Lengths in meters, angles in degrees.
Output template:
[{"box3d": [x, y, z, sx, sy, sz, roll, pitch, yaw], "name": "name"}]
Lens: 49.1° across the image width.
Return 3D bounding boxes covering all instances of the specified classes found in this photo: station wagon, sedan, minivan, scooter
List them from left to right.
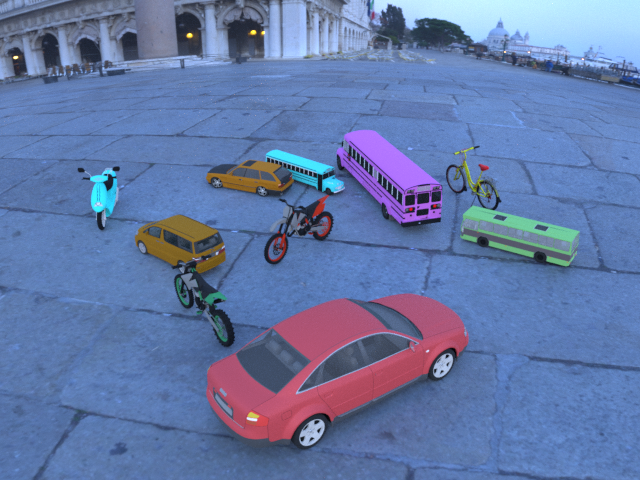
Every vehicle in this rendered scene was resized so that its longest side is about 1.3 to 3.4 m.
[{"box3d": [-3.547, -0.827, 11.507, 0.662, 0.919, 1.399, -3, 27, -5], "name": "scooter"}, {"box3d": [-2.085, -0.009, 10.251, 1.548, 0.616, 0.681, 22, 34, 36], "name": "minivan"}, {"box3d": [-1.294, -1.179, 12.677, 1.597, 0.473, 0.682, 11, 29, 21], "name": "station wagon"}, {"box3d": [0.295, 1.190, 7.570, 3.137, 0.940, 1.235, -18, 32, -31], "name": "sedan"}]

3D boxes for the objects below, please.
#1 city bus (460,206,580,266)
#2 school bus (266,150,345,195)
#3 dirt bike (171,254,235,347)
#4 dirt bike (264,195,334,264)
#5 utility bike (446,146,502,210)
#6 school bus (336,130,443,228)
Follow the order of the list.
[{"box3d": [2.974, -0.056, 10.512, 1.674, 0.460, 0.476, 17, 32, 29], "name": "city bus"}, {"box3d": [-0.278, -1.250, 12.857, 1.708, 0.434, 0.365, 21, 34, 35], "name": "school bus"}, {"box3d": [-1.470, 0.689, 8.633, 0.527, 0.857, 1.493, -18, 33, -32], "name": "dirt bike"}, {"box3d": [-0.290, -0.214, 10.384, 0.527, 0.857, 1.493, 22, 34, 36], "name": "dirt bike"}, {"box3d": [2.578, -1.069, 11.947, 0.535, 0.946, 1.435, -14, 30, -25], "name": "utility bike"}, {"box3d": [1.094, -1.188, 12.289, 0.709, 0.844, 3.322, -8, 28, -16], "name": "school bus"}]
